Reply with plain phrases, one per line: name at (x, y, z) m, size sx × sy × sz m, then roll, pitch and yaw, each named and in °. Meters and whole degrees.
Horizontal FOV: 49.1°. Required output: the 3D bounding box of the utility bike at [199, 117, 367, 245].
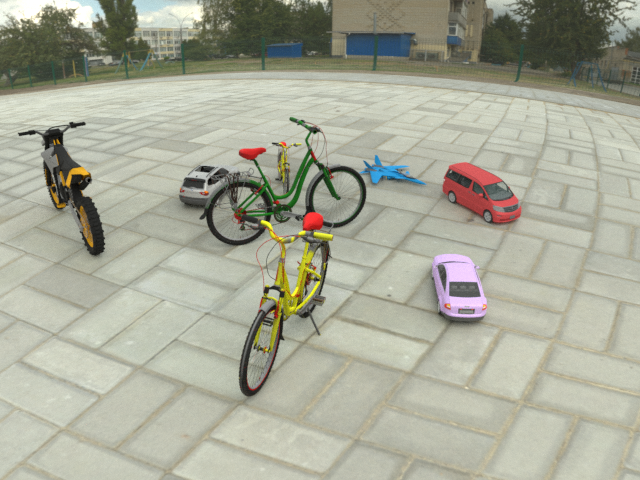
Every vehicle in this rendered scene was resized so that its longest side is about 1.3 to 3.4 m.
utility bike at (-0.571, -0.943, 10.951) m, size 2.791 × 1.839 × 1.039 m, roll -10°, pitch 28°, yaw -20°

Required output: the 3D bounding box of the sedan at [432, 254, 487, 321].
sedan at (1.870, 0.552, 9.482) m, size 0.635 × 0.483 × 1.613 m, roll 1°, pitch 27°, yaw 2°

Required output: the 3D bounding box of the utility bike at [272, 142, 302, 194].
utility bike at (-0.624, -1.410, 12.878) m, size 0.535 × 0.946 × 1.435 m, roll -4°, pitch 27°, yaw -8°

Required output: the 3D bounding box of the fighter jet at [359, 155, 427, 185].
fighter jet at (1.466, -1.301, 13.397) m, size 1.358 × 0.286 × 1.147 m, roll 20°, pitch 33°, yaw 35°

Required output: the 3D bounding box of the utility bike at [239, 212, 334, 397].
utility bike at (-0.243, 0.478, 8.118) m, size 1.039 × 1.839 × 2.791 m, roll 9°, pitch 28°, yaw 17°

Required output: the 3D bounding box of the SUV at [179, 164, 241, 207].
SUV at (-1.973, -1.086, 12.639) m, size 0.656 × 0.580 × 1.572 m, roll 8°, pitch 28°, yaw 15°

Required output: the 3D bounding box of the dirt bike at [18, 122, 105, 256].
dirt bike at (-4.020, -0.923, 11.102) m, size 1.024 × 1.666 × 2.903 m, roll -16°, pitch 31°, yaw -29°

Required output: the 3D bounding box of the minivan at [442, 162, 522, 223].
minivan at (2.796, -0.826, 12.081) m, size 0.681 × 0.616 × 1.548 m, roll -14°, pitch 30°, yaw -26°
